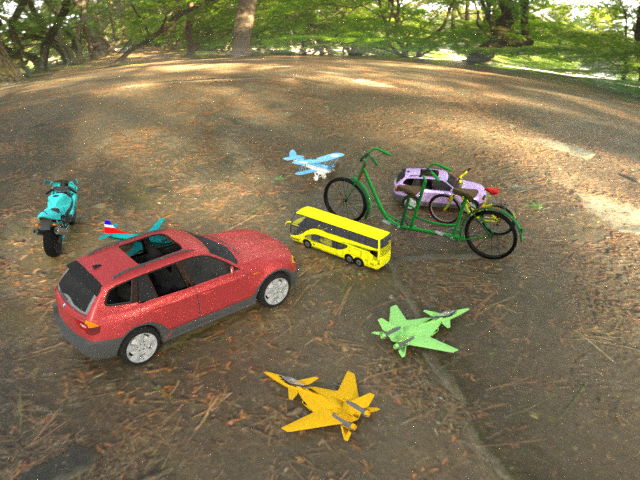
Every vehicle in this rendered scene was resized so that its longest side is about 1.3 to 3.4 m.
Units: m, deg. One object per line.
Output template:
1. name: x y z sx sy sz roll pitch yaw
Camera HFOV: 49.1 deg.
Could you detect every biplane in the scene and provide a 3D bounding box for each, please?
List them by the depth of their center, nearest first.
1. biplane: -0.142 -1.389 12.756 1.090 0.504 1.336 22 35 34

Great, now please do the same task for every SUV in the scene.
1. SUV: -1.700 0.453 8.650 3.058 1.128 1.276 -21 35 -34
2. SUV: 1.993 -0.855 11.677 1.572 0.580 0.656 5 28 9

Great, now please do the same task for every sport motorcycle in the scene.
1. sport motorcycle: -3.922 -0.372 10.519 0.506 0.821 1.520 -2 28 -4

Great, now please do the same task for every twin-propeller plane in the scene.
1. twin-propeller plane: -2.705 -0.065 10.382 1.095 0.407 1.370 6 29 11

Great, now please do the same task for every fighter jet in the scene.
1. fighter jet: -0.086 1.593 7.412 1.358 0.286 1.147 20 34 33
2. fighter jet: 1.345 0.978 8.562 1.358 0.286 1.147 -18 33 -29

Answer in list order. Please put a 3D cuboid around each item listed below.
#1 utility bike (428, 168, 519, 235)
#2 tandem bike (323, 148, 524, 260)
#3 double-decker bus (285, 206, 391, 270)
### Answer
1. utility bike: 2.343 -0.550 10.719 1.435 0.946 0.535 13 31 23
2. tandem bike: 1.446 -0.576 10.366 3.192 1.326 0.550 15 32 26
3. double-decker bus: 0.257 -0.055 10.223 1.672 0.541 0.389 19 34 32
